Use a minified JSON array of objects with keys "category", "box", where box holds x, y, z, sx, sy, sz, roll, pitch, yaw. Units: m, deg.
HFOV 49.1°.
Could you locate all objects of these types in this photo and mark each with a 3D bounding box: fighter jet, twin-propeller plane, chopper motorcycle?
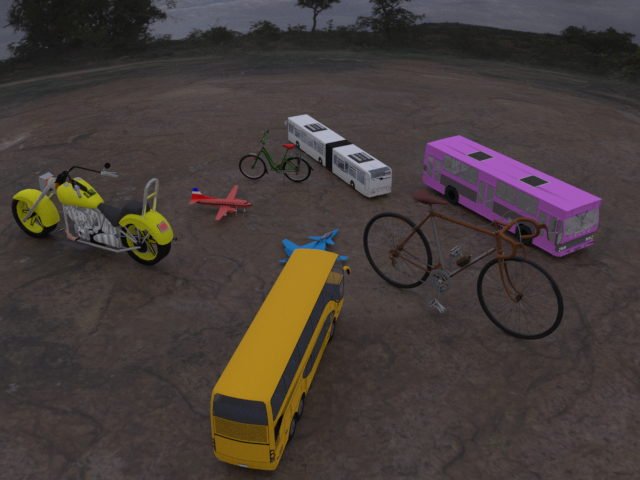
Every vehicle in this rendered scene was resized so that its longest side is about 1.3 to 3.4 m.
[{"category":"fighter jet","box":[-0.032,0.033,10.934,1.147,0.286,1.358,16,33,26]},{"category":"twin-propeller plane","box":[-1.699,-0.692,12.110,1.095,0.407,1.370,4,29,7]},{"category":"chopper motorcycle","box":[-3.559,-0.494,10.655,3.040,1.480,0.906,13,32,22]}]

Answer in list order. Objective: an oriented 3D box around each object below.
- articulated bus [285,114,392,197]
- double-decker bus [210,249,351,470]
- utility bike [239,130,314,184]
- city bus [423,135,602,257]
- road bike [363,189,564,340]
[{"category":"articulated bus","box":[0.292,-1.721,13.795,0.605,0.561,3.401,-15,32,-24]},{"category":"double-decker bus","box":[-0.361,1.165,8.121,0.756,1.052,3.251,7,30,13]},{"category":"utility bike","box":[-0.830,-1.498,13.001,1.435,0.946,0.535,4,29,7]},{"category":"city bus","box":[3.086,-0.795,11.793,0.926,0.894,3.255,-17,33,-28]},{"category":"road bike","box":[1.783,0.226,9.184,3.004,1.656,0.697,22,36,34]}]
